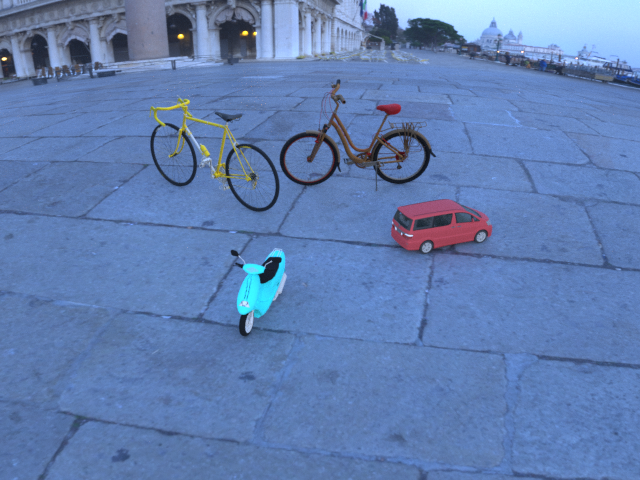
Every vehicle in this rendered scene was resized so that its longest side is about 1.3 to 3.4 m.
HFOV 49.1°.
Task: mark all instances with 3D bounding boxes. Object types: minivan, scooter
[{"bbox_3d":[1.862,-0.261,10.552,1.548,0.616,0.681,-10,29,-19],"label":"minivan"},{"bbox_3d":[-0.721,0.501,8.719,0.662,0.919,1.399,8,28,16],"label":"scooter"}]

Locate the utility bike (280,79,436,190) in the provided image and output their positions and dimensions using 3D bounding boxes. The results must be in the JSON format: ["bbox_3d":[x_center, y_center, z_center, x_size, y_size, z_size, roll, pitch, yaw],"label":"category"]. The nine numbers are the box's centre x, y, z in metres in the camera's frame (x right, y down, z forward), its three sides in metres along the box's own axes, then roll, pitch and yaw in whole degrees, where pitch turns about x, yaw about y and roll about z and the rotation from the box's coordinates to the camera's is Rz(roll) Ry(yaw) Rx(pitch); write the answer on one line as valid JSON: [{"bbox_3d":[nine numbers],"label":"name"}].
[{"bbox_3d":[0.686,-1.754,12.142,2.791,1.839,1.039,-2,27,-3],"label":"utility bike"}]

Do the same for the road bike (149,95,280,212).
[{"bbox_3d":[-1.857,-1.478,11.801,3.004,1.656,0.697,18,32,32],"label":"road bike"}]
